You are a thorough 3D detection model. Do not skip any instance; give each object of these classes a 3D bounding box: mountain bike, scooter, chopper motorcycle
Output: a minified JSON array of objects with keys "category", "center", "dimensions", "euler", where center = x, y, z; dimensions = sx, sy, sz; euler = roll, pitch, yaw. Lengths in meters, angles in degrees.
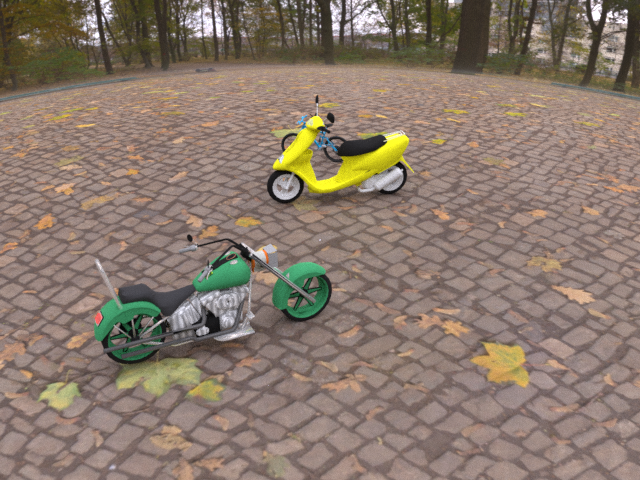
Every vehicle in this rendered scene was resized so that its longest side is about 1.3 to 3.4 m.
[{"category":"mountain bike","center":[-0.096,-2.053,14.421],"dimensions":[1.469,0.868,0.573],"euler":[6,28,12]},{"category":"scooter","center":[0.382,-1.572,12.485],"dimensions":[2.721,1.786,1.288],"euler":[-6,28,-11]},{"category":"chopper motorcycle","center":[-1.241,0.606,8.590],"dimensions":[3.040,1.480,0.906],"euler":[-13,30,-24]}]
